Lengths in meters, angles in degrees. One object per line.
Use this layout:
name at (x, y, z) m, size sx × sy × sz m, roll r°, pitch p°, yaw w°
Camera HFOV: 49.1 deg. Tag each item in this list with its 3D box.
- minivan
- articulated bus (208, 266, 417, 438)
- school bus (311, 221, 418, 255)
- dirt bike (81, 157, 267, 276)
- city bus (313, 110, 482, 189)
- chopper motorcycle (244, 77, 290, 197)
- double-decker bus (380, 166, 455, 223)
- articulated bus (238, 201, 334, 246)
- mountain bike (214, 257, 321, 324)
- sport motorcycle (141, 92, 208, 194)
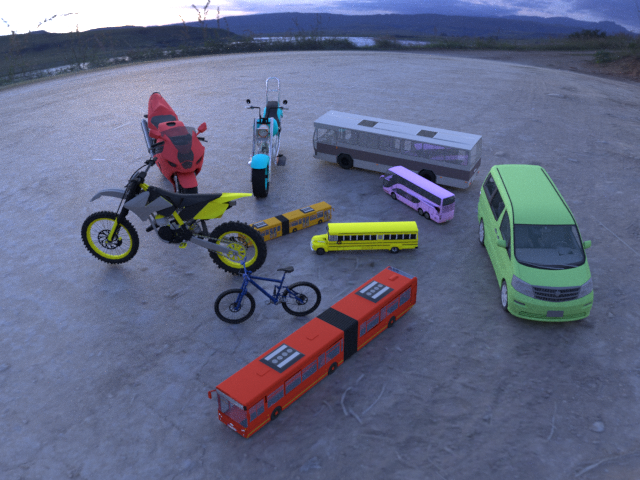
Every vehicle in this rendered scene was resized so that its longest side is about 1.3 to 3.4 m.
minivan at (3.162, -0.037, 10.454) m, size 1.324 × 1.197 × 3.011 m, roll 1°, pitch 30°, yaw 1°
articulated bus at (0.082, 1.281, 8.801) m, size 0.605 × 0.561 × 3.401 m, roll 23°, pitch 37°, yaw 34°
school bus at (0.705, -0.040, 11.223) m, size 1.708 × 0.434 × 0.365 m, roll -1°, pitch 30°, yaw -2°
dirt bike at (-2.225, -0.268, 10.384) m, size 2.903 × 1.666 × 1.024 m, roll 4°, pitch 30°, yaw 7°
city bus at (1.476, -1.775, 13.776) m, size 3.255 × 0.894 × 0.926 m, roll 14°, pitch 33°, yaw 23°
chopper motorcycle at (-1.041, -2.060, 13.685) m, size 0.906 × 1.480 × 3.040 m, roll 1°, pitch 30°, yaw 2°
double-decker bus at (1.730, -0.844, 12.513) m, size 0.389 × 0.541 × 1.672 m, roll -18°, pitch 35°, yaw -28°
articulated bus at (-0.559, -0.277, 11.781) m, size 1.749 × 0.289 × 0.311 m, roll -19°, pitch 35°, yaw -30°
mountain bike at (-0.704, 0.719, 9.471) m, size 1.469 × 0.868 × 0.573 m, roll -5°, pitch 30°, yaw -9°
sport motorcycle at (-2.657, -1.570, 12.716) m, size 0.983 × 1.596 × 2.955 m, roll -11°, pitch 32°, yaw -19°
